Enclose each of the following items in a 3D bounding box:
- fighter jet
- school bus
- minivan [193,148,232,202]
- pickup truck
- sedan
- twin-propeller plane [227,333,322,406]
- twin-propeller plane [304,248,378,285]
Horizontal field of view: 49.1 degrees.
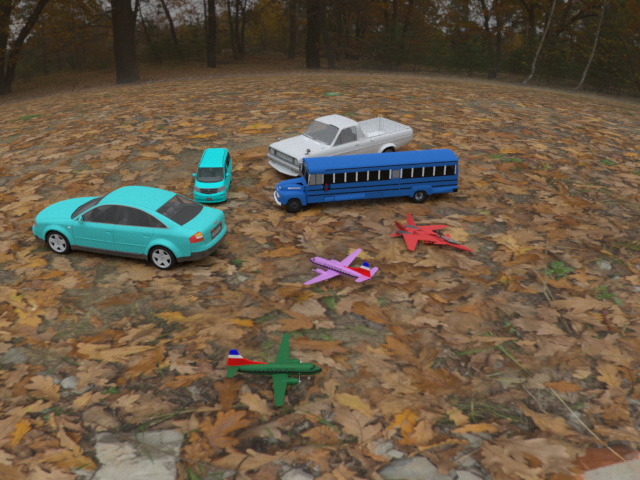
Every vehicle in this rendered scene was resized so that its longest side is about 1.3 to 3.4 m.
[{"bbox_3d":[1.845,-0.076,11.200,1.358,0.286,1.147,18,31,33],"label":"fighter jet"},{"bbox_3d":[0.828,-1.104,12.677,3.322,0.844,0.709,-5,26,-10],"label":"school bus"},{"bbox_3d":[-2.006,-1.217,13.170,0.681,0.616,1.548,-1,26,-1],"label":"minivan"},{"bbox_3d":[0.458,-2.029,14.410,3.117,0.993,1.244,-18,31,-33],"label":"pickup truck"},{"bbox_3d":[-3.018,-0.316,10.946,3.137,0.940,1.235,7,27,15],"label":"sedan"},{"bbox_3d":[-0.519,1.422,7.980,1.095,0.407,1.370,0,26,1],"label":"twin-propeller plane"},{"bbox_3d":[0.281,0.373,10.137,1.095,0.407,1.370,18,31,33],"label":"twin-propeller plane"}]
